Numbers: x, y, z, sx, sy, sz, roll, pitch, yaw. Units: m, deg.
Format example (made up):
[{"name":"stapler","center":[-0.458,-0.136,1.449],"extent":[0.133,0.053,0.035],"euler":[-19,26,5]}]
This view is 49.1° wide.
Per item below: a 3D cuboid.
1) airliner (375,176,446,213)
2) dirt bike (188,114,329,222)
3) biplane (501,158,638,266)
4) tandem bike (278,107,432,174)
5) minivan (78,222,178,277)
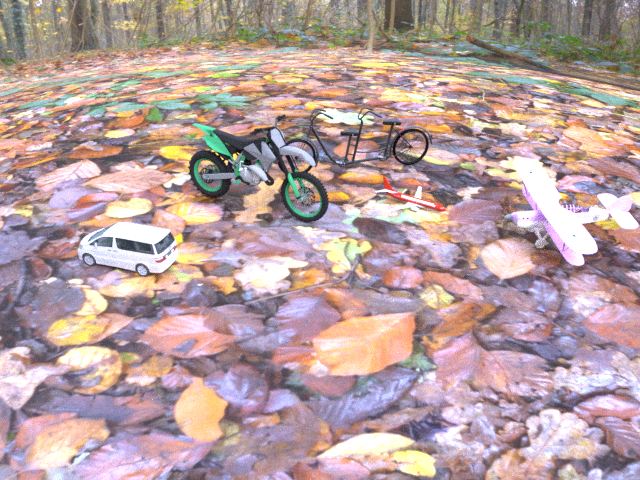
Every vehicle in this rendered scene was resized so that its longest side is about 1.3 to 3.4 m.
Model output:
[{"name":"airliner","center":[1.661,-0.797,12.483],"extent":[1.307,0.429,1.161],"euler":[18,34,29]},{"name":"dirt bike","center":[-1.124,-1.291,12.099],"extent":[2.903,1.666,1.024],"euler":[15,33,25]},{"name":"biplane","center":[3.963,-0.376,11.170],"extent":[2.120,0.981,2.598],"euler":[-4,30,-7]},{"name":"tandem bike","center":[0.719,-1.966,13.649],"extent":[3.192,1.326,0.550],"euler":[-7,30,-13]},{"name":"minivan","center":[-2.975,0.082,10.727],"extent":[1.548,0.616,0.681],"euler":[10,31,17]}]
